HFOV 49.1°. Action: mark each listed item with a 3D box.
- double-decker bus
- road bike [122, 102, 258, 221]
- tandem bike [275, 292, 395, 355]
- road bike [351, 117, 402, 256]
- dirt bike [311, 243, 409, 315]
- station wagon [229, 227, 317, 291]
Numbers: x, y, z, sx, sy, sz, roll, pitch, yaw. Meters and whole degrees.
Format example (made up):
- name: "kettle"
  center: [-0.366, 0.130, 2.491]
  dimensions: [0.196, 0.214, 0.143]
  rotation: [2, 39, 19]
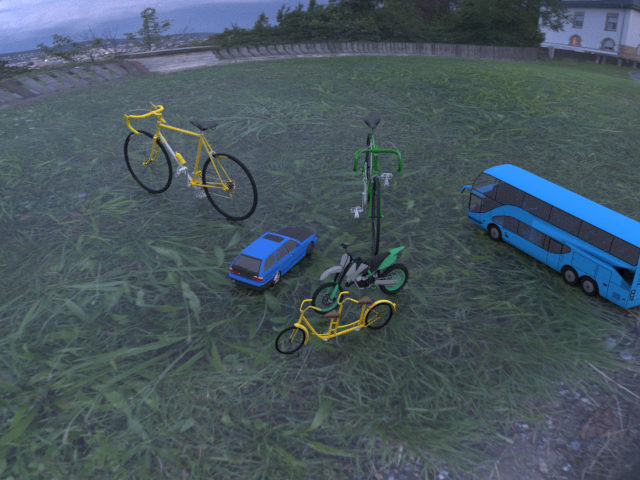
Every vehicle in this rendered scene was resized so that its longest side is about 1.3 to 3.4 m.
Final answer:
- name: "double-decker bus"
  center: [3.419, -0.180, 10.175]
  dimensions: [0.756, 1.052, 3.251]
  rotation: [-17, 33, -27]
- name: "road bike"
  center: [-2.226, -1.315, 11.590]
  dimensions: [3.004, 1.656, 0.697]
  rotation: [18, 34, 29]
- name: "tandem bike"
  center: [0.212, 0.953, 8.524]
  dimensions: [1.642, 0.682, 0.283]
  rotation: [-13, 32, -22]
- name: "road bike"
  center: [0.830, -1.010, 11.043]
  dimensions: [0.697, 1.656, 3.004]
  rotation: [0, 29, 0]
- name: "dirt bike"
  center: [0.553, 0.480, 9.192]
  dimensions: [1.493, 0.857, 0.527]
  rotation: [-15, 32, -24]
- name: "station wagon"
  center: [-0.647, 0.159, 10.162]
  dimensions: [0.682, 0.473, 1.597]
  rotation: [16, 33, 26]
